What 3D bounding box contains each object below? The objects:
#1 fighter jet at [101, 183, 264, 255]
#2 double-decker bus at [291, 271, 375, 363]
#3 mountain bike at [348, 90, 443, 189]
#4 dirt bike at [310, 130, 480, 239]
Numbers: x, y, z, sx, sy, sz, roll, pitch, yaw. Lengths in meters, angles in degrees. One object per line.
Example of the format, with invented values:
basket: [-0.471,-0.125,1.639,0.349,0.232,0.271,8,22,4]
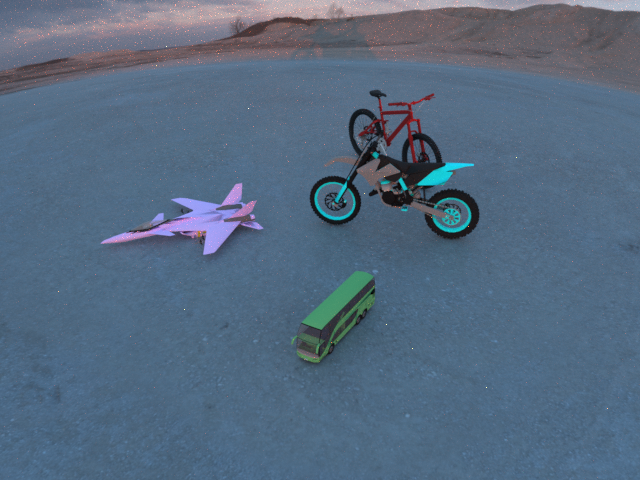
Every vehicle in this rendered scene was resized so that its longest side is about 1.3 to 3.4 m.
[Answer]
fighter jet: [-2.401,-0.354,11.897,2.640,0.557,2.229,-12,31,-21]
double-decker bus: [0.229,1.023,9.410,0.389,0.541,1.672,16,33,27]
mountain bike: [1.451,-2.130,13.951,1.114,1.688,2.857,-18,34,-29]
dirt bike: [1.226,-0.876,11.695,2.903,1.666,1.024,7,30,12]
